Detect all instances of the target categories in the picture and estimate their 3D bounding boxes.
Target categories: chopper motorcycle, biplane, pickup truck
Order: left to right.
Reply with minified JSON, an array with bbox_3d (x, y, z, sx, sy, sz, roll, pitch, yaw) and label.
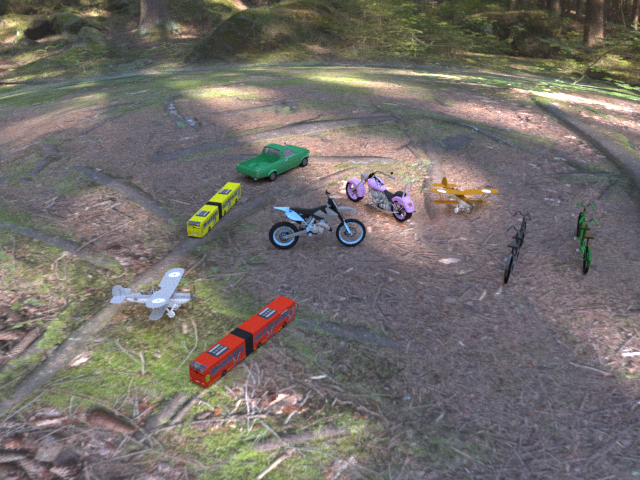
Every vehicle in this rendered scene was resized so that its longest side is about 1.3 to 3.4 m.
[{"bbox_3d":[-2.140,0.726,9.072,1.090,0.504,1.336,1,27,1],"label":"biplane"},{"bbox_3d":[-0.883,-1.557,13.533,0.640,0.511,1.603,20,33,33],"label":"pickup truck"},{"bbox_3d":[0.993,-0.834,11.842,0.466,0.761,1.563,-20,33,-34],"label":"chopper motorcycle"},{"bbox_3d":[2.374,-0.774,12.007,1.336,0.504,1.090,-10,29,-19],"label":"biplane"}]

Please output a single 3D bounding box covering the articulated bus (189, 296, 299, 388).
[{"bbox_3d":[-0.880,1.183,8.415,0.311,0.289,1.749,17,31,29],"label":"articulated bus"}]

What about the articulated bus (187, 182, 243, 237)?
[{"bbox_3d":[-1.748,-0.530,11.768,0.311,0.289,1.749,7,28,14],"label":"articulated bus"}]

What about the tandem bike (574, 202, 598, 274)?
[{"bbox_3d":[3.965,-0.094,10.481,0.283,0.682,1.642,6,28,12],"label":"tandem bike"}]

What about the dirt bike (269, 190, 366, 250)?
[{"bbox_3d":[-0.036,-0.265,10.625,1.493,0.857,0.527,-2,27,-4],"label":"dirt bike"}]

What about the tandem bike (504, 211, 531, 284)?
[{"bbox_3d":[2.867,0.045,10.210,0.283,0.682,1.642,11,29,21],"label":"tandem bike"}]
